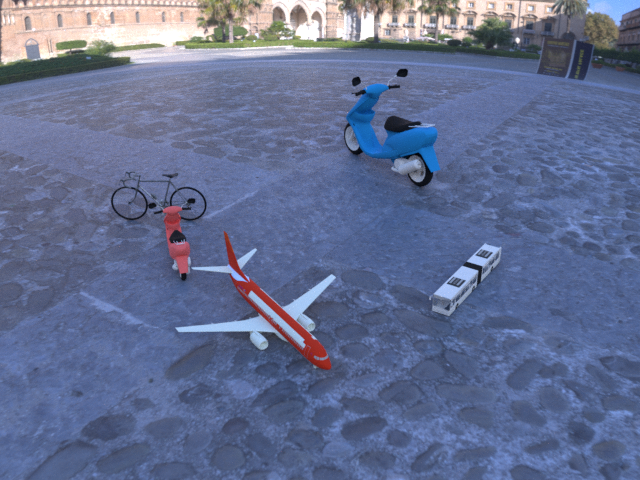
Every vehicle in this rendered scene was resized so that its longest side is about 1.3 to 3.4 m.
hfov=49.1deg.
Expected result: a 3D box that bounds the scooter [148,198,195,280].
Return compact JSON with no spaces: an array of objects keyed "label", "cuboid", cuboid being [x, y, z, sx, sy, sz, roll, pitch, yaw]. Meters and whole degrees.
[{"label":"scooter","cuboid":[-2.044,-0.076,9.955,0.662,0.919,1.399,-8,29,-15]}]

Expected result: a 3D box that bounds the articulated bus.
[{"label":"articulated bus","cuboid":[2.016,0.507,9.520,0.311,0.289,1.749,18,32,30]}]

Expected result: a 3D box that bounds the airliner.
[{"label":"airliner","cuboid":[-0.593,0.717,8.526,2.257,0.835,2.541,-17,32,-30]}]

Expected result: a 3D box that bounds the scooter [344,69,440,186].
[{"label":"scooter","cuboid":[1.273,-2.142,12.974,1.288,1.786,2.721,-17,32,-29]}]

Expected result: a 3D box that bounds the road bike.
[{"label":"road bike","cuboid":[-2.597,-0.699,11.220,1.545,0.852,0.358,1,28,1]}]
